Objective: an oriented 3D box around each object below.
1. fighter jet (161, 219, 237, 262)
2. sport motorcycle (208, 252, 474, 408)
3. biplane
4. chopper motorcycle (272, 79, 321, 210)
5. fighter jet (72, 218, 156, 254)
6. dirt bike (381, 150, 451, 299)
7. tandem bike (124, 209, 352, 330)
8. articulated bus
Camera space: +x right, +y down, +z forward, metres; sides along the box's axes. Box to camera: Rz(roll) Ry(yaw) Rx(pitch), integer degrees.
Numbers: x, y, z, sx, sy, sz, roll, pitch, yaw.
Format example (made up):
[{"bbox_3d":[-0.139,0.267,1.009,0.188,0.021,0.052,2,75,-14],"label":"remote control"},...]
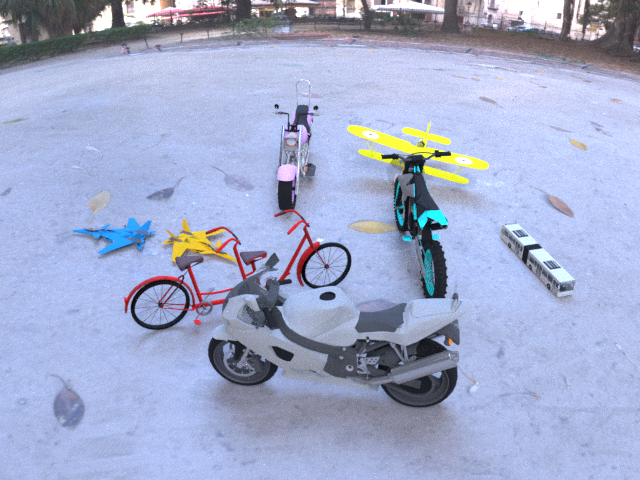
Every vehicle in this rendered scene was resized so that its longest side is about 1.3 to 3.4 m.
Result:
[{"bbox_3d":[-1.795,0.053,10.903,1.358,0.286,1.147,20,36,30],"label":"fighter jet"},{"bbox_3d":[0.146,1.119,7.859,2.955,1.596,0.983,5,31,8],"label":"sport motorcycle"},{"bbox_3d":[1.841,-1.588,12.958,2.598,0.981,2.120,10,32,16],"label":"biplane"},{"bbox_3d":[-0.450,-1.790,12.810,0.906,1.480,3.040,3,31,5],"label":"chopper motorcycle"},{"bbox_3d":[-3.383,-0.153,11.246,1.358,0.286,1.147,6,32,10],"label":"fighter jet"},{"bbox_3d":[1.437,-0.391,10.302,1.024,1.666,2.903,-3,31,-5],"label":"dirt bike"},{"bbox_3d":[-1.025,0.383,9.346,3.192,1.326,0.550,-12,33,-19],"label":"tandem bike"},{"bbox_3d":[3.249,0.265,10.548,0.311,0.289,1.749,-8,32,-13],"label":"articulated bus"}]
